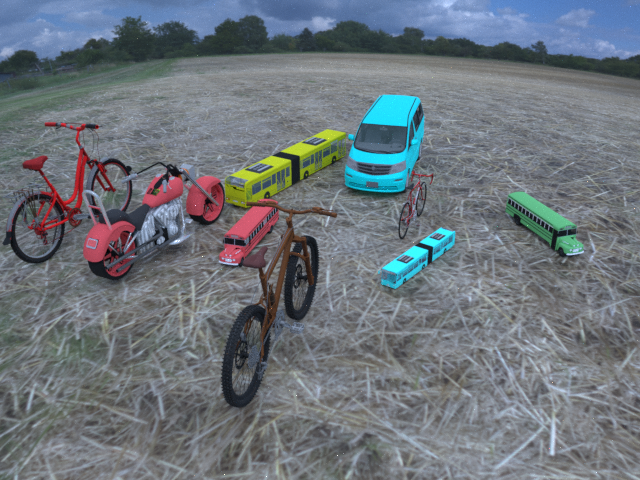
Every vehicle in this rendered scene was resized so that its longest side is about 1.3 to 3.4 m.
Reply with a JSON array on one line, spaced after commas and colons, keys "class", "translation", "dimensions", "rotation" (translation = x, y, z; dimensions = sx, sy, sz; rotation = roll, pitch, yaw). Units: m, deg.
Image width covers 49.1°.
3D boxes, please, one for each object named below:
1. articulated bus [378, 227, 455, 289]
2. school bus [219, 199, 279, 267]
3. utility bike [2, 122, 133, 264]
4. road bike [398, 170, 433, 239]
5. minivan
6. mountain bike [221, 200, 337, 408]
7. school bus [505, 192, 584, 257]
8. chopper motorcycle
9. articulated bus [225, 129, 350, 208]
[{"class": "articulated bus", "translation": [1.469, 0.242, 10.323], "dimensions": [0.311, 0.289, 1.749], "rotation": [19, 32, 33]}, {"class": "school bus", "translation": [-1.095, -0.127, 10.906], "dimensions": [0.365, 0.434, 1.708], "rotation": [8, 27, 16]}, {"class": "utility bike", "translation": [-3.939, -0.857, 10.797], "dimensions": [1.039, 1.839, 2.791], "rotation": [11, 29, 22]}, {"class": "road bike", "translation": [1.529, -0.612, 11.415], "dimensions": [0.358, 0.852, 1.545], "rotation": [11, 28, 21]}, {"class": "minivan", "translation": [1.318, -1.912, 13.654], "dimensions": [1.324, 1.197, 3.011], "rotation": [7, 27, 13]}, {"class": "mountain bike", "translation": [-0.492, 0.586, 8.051], "dimensions": [1.114, 1.688, 2.857], "rotation": [8, 27, 16]}, {"class": "school bus", "translation": [3.583, -0.266, 11.187], "dimensions": [0.365, 0.434, 1.708], "rotation": [-8, 28, -17]}, {"class": "chopper motorcycle", "translation": [-2.390, -0.519, 10.520], "dimensions": [0.906, 1.480, 3.040], "rotation": [13, 29, 24]}, {"class": "articulated bus", "translation": [-0.544, -1.425, 13.386], "dimensions": [0.605, 0.561, 3.401], "rotation": [16, 30, 29]}]
